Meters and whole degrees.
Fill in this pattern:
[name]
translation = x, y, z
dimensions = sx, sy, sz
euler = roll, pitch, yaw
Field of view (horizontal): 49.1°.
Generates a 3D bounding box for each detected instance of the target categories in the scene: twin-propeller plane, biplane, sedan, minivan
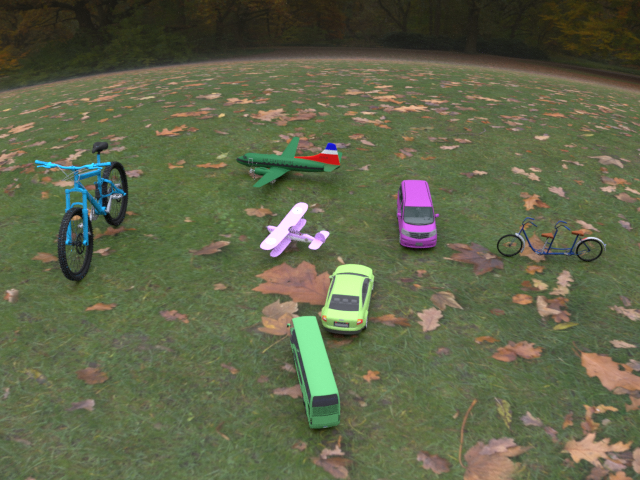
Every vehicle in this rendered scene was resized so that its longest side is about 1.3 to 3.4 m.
[twin-propeller plane]
translation = -0.642, -1.594, 13.646
dimensions = 2.129, 0.792, 2.663
euler = 7, 29, 13
[biplane]
translation = -0.413, -0.072, 11.155
dimensions = 1.090, 0.504, 1.336
euler = 13, 31, 23
[sedan]
translation = 0.405, 0.729, 9.708
dimensions = 0.635, 0.483, 1.613
euler = 5, 29, 8
[minivan]
translation = 1.612, -0.444, 11.720
dimensions = 0.681, 0.616, 1.548
euler = 1, 29, 2

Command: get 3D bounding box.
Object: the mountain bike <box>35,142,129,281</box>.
[mountain bike]
translation = -3.536, -0.628, 10.938
dimensions = 1.114, 1.688, 2.857
euler = 2, 29, 3

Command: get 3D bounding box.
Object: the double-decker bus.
[double-decker bus]
translation = -0.086, 1.488, 8.255
dimensions = 0.389, 0.541, 1.672
euler = -5, 29, -9

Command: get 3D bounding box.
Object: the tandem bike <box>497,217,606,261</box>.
[tandem bike]
translation = 3.590, 0.002, 10.834
dimensions = 1.642, 0.682, 0.283
euler = 3, 29, 6
